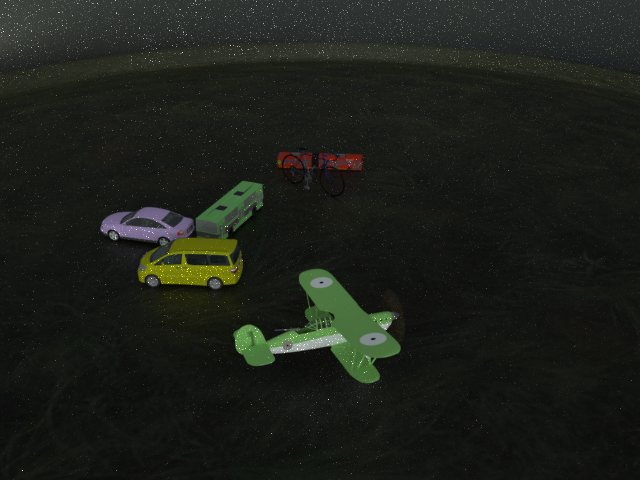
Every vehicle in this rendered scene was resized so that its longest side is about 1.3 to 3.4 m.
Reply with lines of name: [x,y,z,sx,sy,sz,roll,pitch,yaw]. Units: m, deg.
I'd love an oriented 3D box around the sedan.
sedan: [-2.900,-0.269,11.703,1.613,0.483,0.635,7,29,13]

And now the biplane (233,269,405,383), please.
biplane: [-0.006,1.125,8.612,2.120,0.981,2.598,-10,30,-17]

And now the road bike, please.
road bike: [-0.143,-1.350,13.309,1.545,0.852,0.358,21,35,33]

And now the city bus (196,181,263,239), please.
city bus: [-1.530,-0.476,12.110,0.476,0.460,1.674,11,30,19]

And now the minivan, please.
minivan: [-1.955,0.318,10.482,1.548,0.616,0.681,2,29,4]

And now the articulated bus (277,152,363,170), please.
articulated bus: [0.008,-1.618,14.393,1.749,0.289,0.311,2,29,4]
